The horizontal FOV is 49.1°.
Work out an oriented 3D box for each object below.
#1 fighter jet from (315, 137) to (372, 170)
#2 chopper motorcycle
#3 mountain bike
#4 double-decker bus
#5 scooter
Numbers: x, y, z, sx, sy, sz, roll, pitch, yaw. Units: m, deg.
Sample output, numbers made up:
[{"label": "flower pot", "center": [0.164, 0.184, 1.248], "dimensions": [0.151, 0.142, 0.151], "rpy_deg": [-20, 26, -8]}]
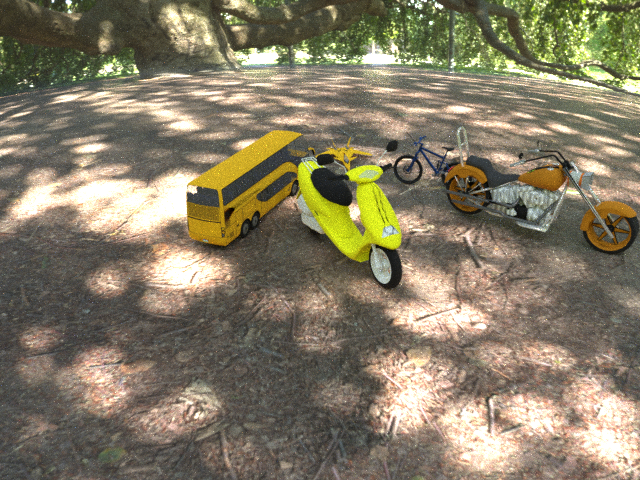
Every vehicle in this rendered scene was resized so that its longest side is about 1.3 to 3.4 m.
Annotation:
[{"label": "fighter jet", "center": [0.490, -1.709, 13.959], "dimensions": [1.147, 0.286, 1.358], "rpy_deg": [-3, 27, -5]}, {"label": "chopper motorcycle", "center": [3.355, -0.791, 10.782], "dimensions": [3.040, 1.480, 0.906], "rpy_deg": [17, 31, 30]}, {"label": "mountain bike", "center": [2.026, -1.344, 12.577], "dimensions": [1.469, 0.868, 0.573], "rpy_deg": [12, 29, 22]}, {"label": "double-decker bus", "center": [-1.074, -0.968, 11.617], "dimensions": [0.756, 1.052, 3.251], "rpy_deg": [11, 29, 21]}, {"label": "scooter", "center": [0.368, -0.562, 9.982], "dimensions": [1.288, 1.786, 2.721], "rpy_deg": [-14, 30, -26]}]
